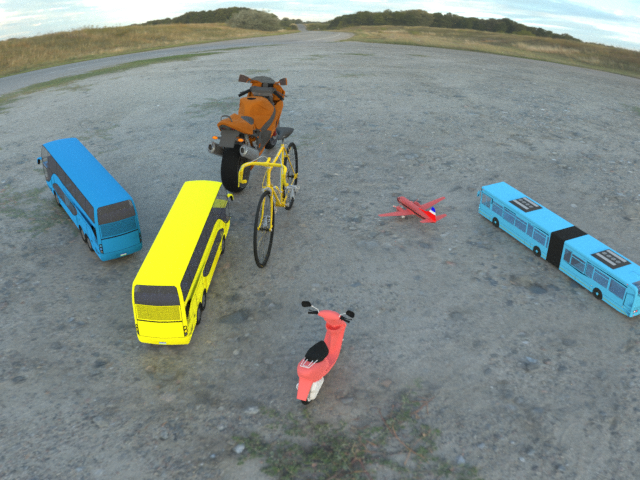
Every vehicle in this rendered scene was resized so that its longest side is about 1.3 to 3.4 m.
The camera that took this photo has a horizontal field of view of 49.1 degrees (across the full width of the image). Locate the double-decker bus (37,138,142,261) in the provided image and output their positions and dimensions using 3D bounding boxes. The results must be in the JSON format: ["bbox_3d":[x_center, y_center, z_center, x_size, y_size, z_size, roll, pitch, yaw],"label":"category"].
[{"bbox_3d":[-3.845,-0.776,11.526,0.756,1.052,3.251,-19,35,-28],"label":"double-decker bus"}]

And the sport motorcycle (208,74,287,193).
[{"bbox_3d":[-1.275,-2.076,13.185,0.983,1.596,2.955,7,31,12],"label":"sport motorcycle"}]

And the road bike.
[{"bbox_3d":[-0.666,-0.833,11.030,0.697,1.656,3.004,5,31,8],"label":"road bike"}]

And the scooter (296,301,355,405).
[{"bbox_3d":[0.036,1.243,8.252,0.662,0.919,1.399,11,32,18],"label":"scooter"}]

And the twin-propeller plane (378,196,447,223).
[{"bbox_3d":[1.616,-0.555,11.785,1.370,0.407,1.095,-16,34,-25],"label":"twin-propeller plane"}]

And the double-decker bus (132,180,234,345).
[{"bbox_3d":[-1.869,0.164,9.941,0.756,1.052,3.251,2,31,3],"label":"double-decker bus"}]

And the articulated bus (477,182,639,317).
[{"bbox_3d":[3.626,0.027,10.653,0.605,0.561,3.401,-14,33,-22],"label":"articulated bus"}]
